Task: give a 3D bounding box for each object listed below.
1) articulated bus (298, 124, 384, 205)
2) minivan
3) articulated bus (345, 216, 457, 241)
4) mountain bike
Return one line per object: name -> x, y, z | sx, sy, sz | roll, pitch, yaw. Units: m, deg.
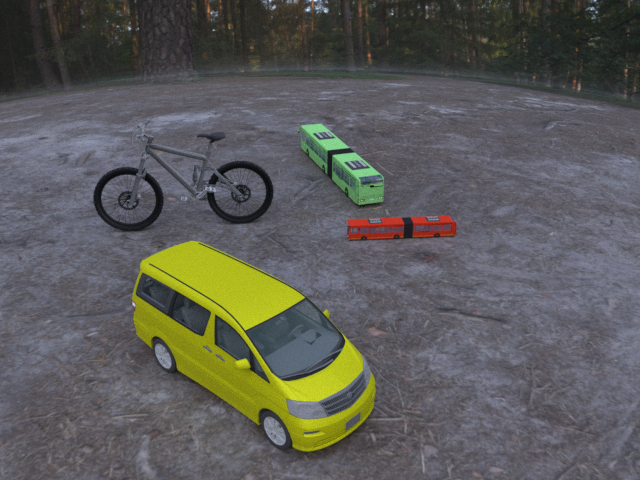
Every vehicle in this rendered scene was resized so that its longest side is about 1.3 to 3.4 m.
articulated bus -> 0.348, -1.533, 13.547 | 0.605, 0.561, 3.401 | -9, 28, -17
minivan -> -0.781, 1.041, 7.610 | 3.011, 1.197, 1.324 | 22, 34, 38
articulated bus -> 1.284, -0.194, 11.141 | 1.749, 0.289, 0.311 | -2, 26, -5
mountain bike -> -2.173, -0.980, 11.153 | 2.857, 1.688, 1.114 | -4, 27, -8
